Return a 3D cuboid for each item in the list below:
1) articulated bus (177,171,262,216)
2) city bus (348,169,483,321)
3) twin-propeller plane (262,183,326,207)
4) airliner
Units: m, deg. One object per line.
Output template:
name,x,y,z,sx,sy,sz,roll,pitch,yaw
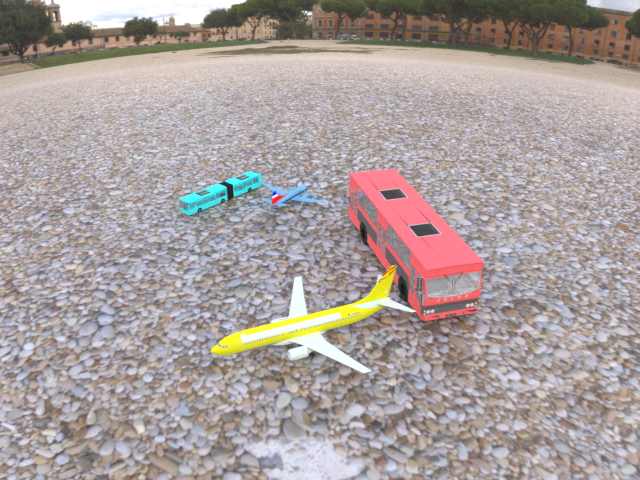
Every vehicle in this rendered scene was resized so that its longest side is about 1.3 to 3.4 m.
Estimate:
articulated bus,-1.769,-0.858,12.588,0.311,0.289,1.749,24,36,37
city bus,1.286,-0.022,10.409,0.926,0.894,3.255,-7,29,-14
twin-propeller plane,-0.521,-0.832,12.417,1.370,0.407,1.095,18,33,30
airliner,-0.146,0.907,8.757,2.541,0.835,2.257,-11,30,-20
